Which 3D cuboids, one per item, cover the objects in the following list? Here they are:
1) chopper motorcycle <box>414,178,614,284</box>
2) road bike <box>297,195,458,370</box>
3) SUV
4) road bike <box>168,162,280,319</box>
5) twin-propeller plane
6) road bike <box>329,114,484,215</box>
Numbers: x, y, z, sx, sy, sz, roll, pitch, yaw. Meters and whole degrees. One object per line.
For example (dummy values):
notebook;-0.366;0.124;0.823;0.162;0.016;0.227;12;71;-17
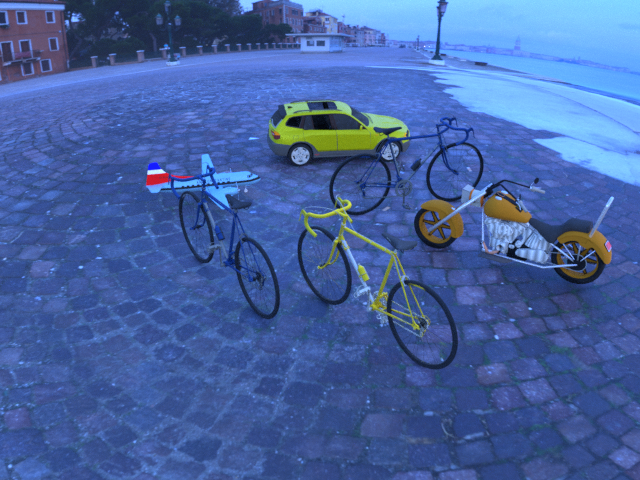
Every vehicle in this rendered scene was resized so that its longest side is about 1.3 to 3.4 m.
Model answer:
chopper motorcycle;2.878;-0.280;10.632;3.040;1.480;0.906;17;32;28
road bike;0.637;0.478;9.029;0.697;1.656;3.004;-21;35;-34
SUV;0.396;-2.350;14.869;3.058;1.128;1.276;-4;28;-7
road bike;-1.388;-0.057;10.028;0.697;1.656;3.004;-18;33;-30
twin-propeller plane;-2.148;-1.159;13.001;2.129;0.792;2.663;-8;29;-14
road bike;1.587;-1.317;12.382;3.004;1.656;0.697;-9;29;-16
